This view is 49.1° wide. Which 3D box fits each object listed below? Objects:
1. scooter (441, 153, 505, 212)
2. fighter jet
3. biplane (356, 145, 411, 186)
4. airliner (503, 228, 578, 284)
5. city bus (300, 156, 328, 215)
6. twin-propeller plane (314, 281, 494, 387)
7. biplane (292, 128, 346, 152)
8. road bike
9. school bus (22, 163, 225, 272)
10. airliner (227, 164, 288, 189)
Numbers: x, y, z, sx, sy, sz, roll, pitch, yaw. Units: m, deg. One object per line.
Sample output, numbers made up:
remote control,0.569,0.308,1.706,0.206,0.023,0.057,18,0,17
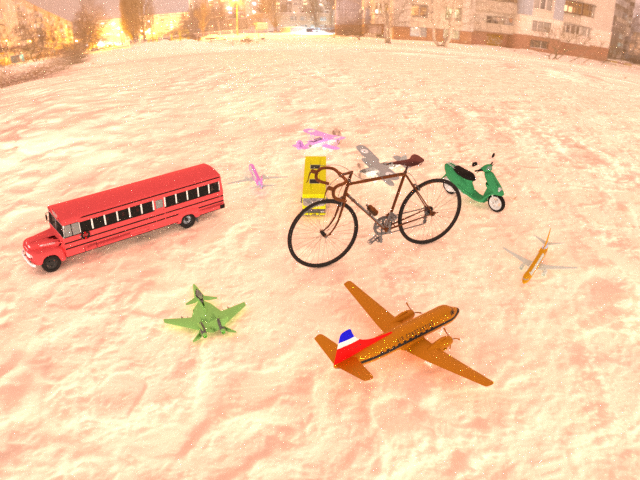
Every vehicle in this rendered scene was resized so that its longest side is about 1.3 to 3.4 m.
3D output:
scooter,2.749,-1.097,12.529,0.662,0.919,1.399,-25,39,-37
fighter jet,-1.624,0.888,9.731,1.147,0.286,1.358,-11,32,-18
biplane,1.229,-1.397,13.460,1.090,0.504,1.336,-16,34,-25
airliner,3.322,0.251,10.687,1.161,0.429,1.307,17,34,27
city bus,-0.093,-0.998,12.814,0.476,0.460,1.674,0,30,1
twin-propeller plane,1.015,1.132,8.805,2.129,0.792,2.663,-20,36,-31
biplane,-0.054,-2.033,14.559,1.090,0.504,1.336,-20,36,-31
road bike,0.904,-0.482,10.730,3.004,1.656,0.697,-12,32,-20
school bus,-3.172,-0.417,11.428,3.322,0.844,0.709,-21,36,-31
airliner,-1.214,-1.286,13.343,1.161,0.429,1.307,-8,31,-13
